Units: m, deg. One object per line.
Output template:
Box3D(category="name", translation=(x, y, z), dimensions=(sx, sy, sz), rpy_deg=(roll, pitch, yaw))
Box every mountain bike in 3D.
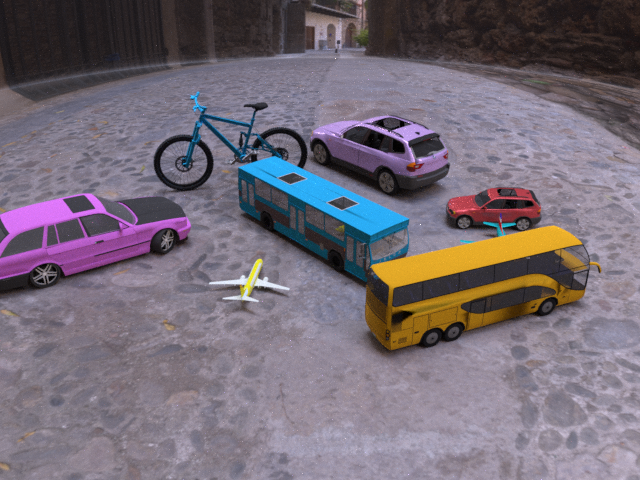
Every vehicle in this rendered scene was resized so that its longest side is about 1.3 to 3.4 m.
Box3D(category="mountain bike", translation=(-1.631, -1.771, 12.849), dimensions=(2.857, 1.688, 1.114), rpy_deg=(-6, 29, -11))

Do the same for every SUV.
Box3D(category="SUV", translation=(2.922, -0.559, 11.781), dimensions=(1.572, 0.580, 0.656), rpy_deg=(2, 29, 3))
Box3D(category="SUV", translation=(1.097, -1.840, 13.562), dimensions=(1.276, 1.128, 3.058), rpy_deg=(-22, 36, -35))

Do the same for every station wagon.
Box3D(category="station wagon", translation=(-3.546, -0.167, 10.704), dimensions=(3.105, 0.920, 1.327), rpy_deg=(-17, 33, -28))

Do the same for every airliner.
Box3D(category="airliner", translation=(-0.984, 0.501, 9.989), dimensions=(1.161, 0.429, 1.307), rpy_deg=(4, 29, 7))

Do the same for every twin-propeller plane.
Box3D(category="twin-propeller plane", translation=(2.883, -0.032, 10.994), dimensions=(1.370, 0.407, 1.095), rpy_deg=(2, 29, 4))

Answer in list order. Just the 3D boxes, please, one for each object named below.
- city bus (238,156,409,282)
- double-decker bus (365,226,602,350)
Box3D(category="city bus", translation=(-0.048, -0.377, 11.118), dimensions=(0.926, 0.894, 3.255), rpy_deg=(-22, 36, -35))
Box3D(category="double-decker bus", translation=(2.159, 0.577, 9.199), dimensions=(3.251, 1.052, 0.756), rpy_deg=(-11, 31, -20))
